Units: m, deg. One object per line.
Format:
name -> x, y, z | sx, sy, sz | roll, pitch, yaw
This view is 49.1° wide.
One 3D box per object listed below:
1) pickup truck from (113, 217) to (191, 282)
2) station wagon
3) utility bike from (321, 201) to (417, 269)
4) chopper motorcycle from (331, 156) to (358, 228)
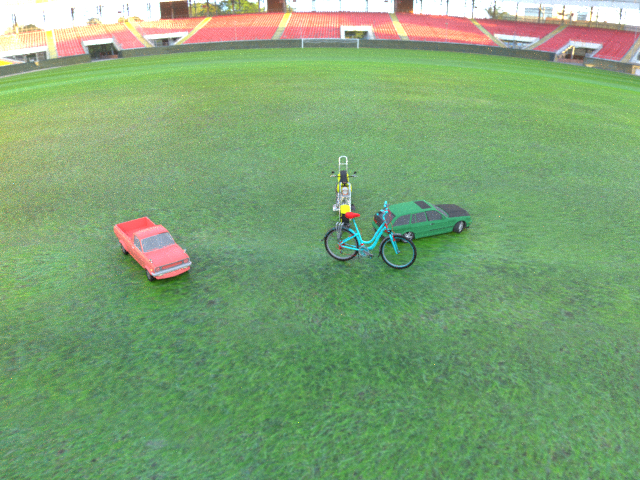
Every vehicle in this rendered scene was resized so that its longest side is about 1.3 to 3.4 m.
pickup truck -> -2.498, 0.057, 10.329 | 0.640, 0.511, 1.603 | -18, 33, -30
station wagon -> 1.649, -0.359, 11.164 | 1.597, 0.473, 0.682 | -10, 29, -19
utility bike -> 0.714, -0.091, 10.143 | 1.435, 0.946, 0.535 | 8, 29, 15
chopper motorcycle -> 0.401, -0.799, 11.693 | 0.466, 0.761, 1.563 | 0, 28, 0
